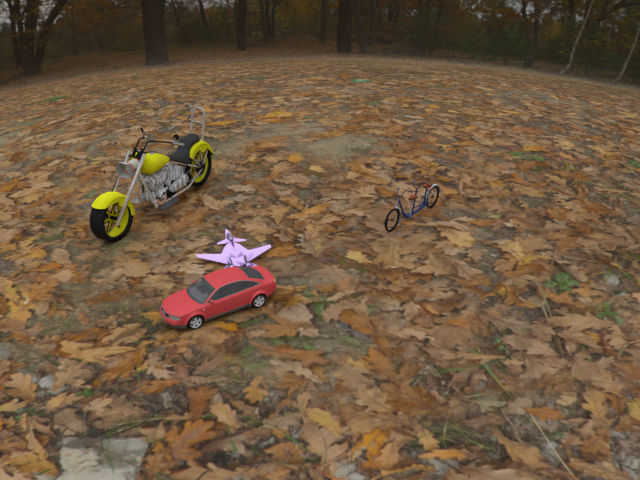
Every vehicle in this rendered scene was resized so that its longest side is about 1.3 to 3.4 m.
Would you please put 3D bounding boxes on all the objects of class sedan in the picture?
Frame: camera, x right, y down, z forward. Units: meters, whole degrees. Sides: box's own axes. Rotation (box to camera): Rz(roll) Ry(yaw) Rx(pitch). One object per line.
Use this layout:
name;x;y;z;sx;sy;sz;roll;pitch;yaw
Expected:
sedan;-1.354;0.703;9.348;1.613;0.483;0.635;-17;33;-29

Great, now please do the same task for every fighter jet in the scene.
fighter jet;-1.343;0.055;10.772;1.147;0.286;1.358;-8;29;-14

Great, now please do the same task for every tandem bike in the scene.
tandem bike;1.576;-0.665;11.703;0.283;0.682;1.642;22;35;35

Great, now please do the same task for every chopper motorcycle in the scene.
chopper motorcycle;-2.778;-1.162;11.787;0.906;1.480;3.040;13;31;23
